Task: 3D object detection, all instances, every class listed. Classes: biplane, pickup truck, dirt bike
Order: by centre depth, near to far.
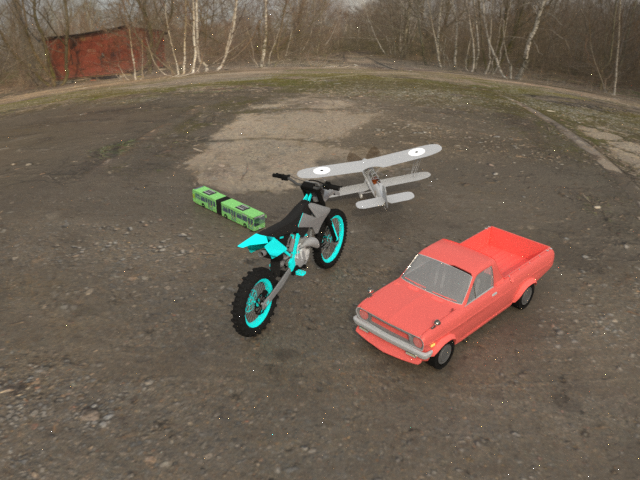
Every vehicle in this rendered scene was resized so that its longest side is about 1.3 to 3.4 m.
[{"bbox_3d":[1.851,0.555,9.215,1.244,0.993,3.117,24,36,39],"label":"pickup truck"},{"bbox_3d":[-0.340,0.048,9.467,1.024,1.666,2.903,14,30,26],"label":"dirt bike"},{"bbox_3d":[0.921,-1.013,12.298,2.598,0.981,2.120,-3,27,-7],"label":"biplane"}]

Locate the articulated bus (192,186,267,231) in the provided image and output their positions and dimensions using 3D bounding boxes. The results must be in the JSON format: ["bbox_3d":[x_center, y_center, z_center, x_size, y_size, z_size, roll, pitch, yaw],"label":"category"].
[{"bbox_3d":[-1.604,-0.564,12.179,0.311,0.289,1.749,-24,36,-39],"label":"articulated bus"}]
